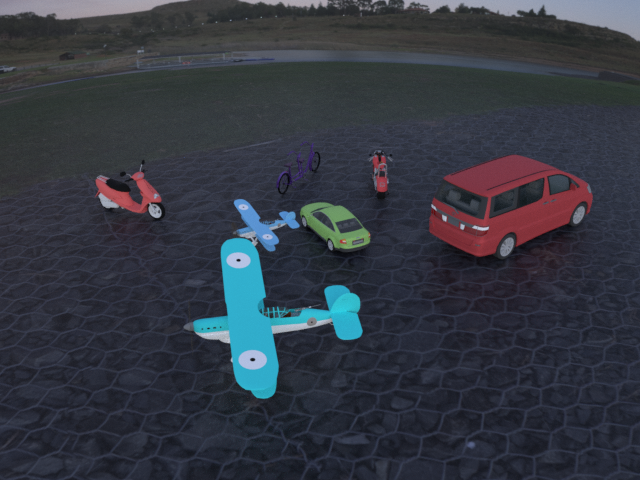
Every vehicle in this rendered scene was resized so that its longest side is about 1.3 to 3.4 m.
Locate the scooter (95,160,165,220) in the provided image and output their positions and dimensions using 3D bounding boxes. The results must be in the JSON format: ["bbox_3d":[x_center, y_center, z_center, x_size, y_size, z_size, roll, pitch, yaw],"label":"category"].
[{"bbox_3d":[-3.251,-0.853,11.864,1.399,0.919,0.662,11,30,20],"label":"scooter"}]

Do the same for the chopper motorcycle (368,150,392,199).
[{"bbox_3d":[1.098,-1.317,12.902,0.466,0.761,1.563,0,28,0],"label":"chopper motorcycle"}]

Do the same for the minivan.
[{"bbox_3d":[3.167,-0.686,11.254,3.011,1.197,1.324,-20,34,-32],"label":"minivan"}]

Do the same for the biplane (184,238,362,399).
[{"bbox_3d":[-0.550,0.980,8.358,2.120,0.981,2.598,-5,28,-9],"label":"biplane"}]

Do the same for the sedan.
[{"bbox_3d":[0.216,-0.292,11.274,0.635,0.483,1.613,-14,31,-24],"label":"sedan"}]

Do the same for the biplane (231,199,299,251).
[{"bbox_3d":[-0.865,-0.205,11.088,1.090,0.504,1.336,-15,31,-26],"label":"biplane"}]

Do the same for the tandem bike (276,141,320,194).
[{"bbox_3d":[-0.389,-1.393,13.130,0.283,0.682,1.642,14,31,25],"label":"tandem bike"}]
